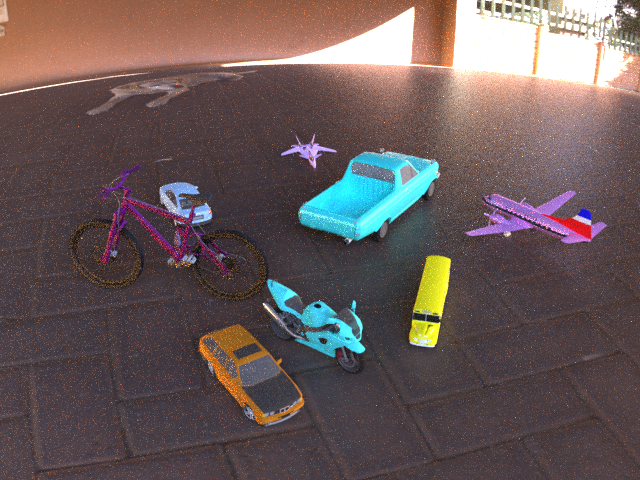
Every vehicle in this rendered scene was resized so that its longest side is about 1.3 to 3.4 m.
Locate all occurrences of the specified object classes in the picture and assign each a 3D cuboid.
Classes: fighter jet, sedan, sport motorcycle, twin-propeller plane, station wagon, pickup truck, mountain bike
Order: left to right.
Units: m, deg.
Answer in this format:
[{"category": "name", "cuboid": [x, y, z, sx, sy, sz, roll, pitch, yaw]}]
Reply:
[{"category": "mountain bike", "cuboid": [-2.092, 0.006, 9.427, 2.857, 1.688, 1.114, 5, 29, 9]}, {"category": "sedan", "cuboid": [-2.329, -0.687, 12.000, 0.635, 0.483, 1.613, -13, 31, -23]}, {"category": "station wagon", "cuboid": [-0.805, 1.469, 7.980, 0.682, 0.473, 1.597, -18, 33, -29]}, {"category": "fighter jet", "cuboid": [-0.210, -1.804, 14.295, 1.147, 0.286, 1.358, -4, 28, -8]}, {"category": "sport motorcycle", "cuboid": [-0.055, 1.036, 8.421, 1.520, 0.821, 0.506, 21, 35, 34]}, {"category": "pickup truck", "cuboid": [0.920, -0.869, 11.799, 1.244, 0.993, 3.117, 16, 32, 28]}, {"category": "twin-propeller plane", "cuboid": [3.421, -0.439, 11.209, 2.663, 0.792, 2.129, -20, 34, -32]}]

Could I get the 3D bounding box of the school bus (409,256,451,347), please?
[{"category": "school bus", "cuboid": [1.470, 0.796, 9.279, 0.365, 0.434, 1.708, 7, 29, 13]}]
